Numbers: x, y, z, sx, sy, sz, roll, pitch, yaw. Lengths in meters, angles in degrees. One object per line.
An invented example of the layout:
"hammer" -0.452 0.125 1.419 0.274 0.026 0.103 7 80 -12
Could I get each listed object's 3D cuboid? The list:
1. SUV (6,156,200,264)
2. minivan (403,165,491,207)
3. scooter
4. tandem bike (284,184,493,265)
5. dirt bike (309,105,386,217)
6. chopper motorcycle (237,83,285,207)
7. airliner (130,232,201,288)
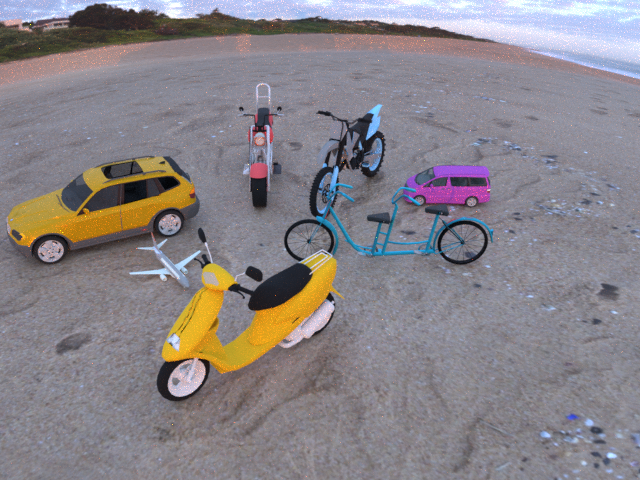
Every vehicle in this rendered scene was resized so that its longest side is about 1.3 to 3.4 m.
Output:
"SUV" -3.529 -0.593 11.461 3.058 1.128 1.276 -14 33 -23
"minivan" 2.296 -1.002 12.696 1.548 0.616 0.681 1 30 2
"scooter" -0.790 0.762 8.419 2.721 1.786 1.288 -22 36 -33
"tandem bike" 1.044 -0.201 10.575 3.192 1.326 0.550 0 30 1
"dirt bike" 0.564 -1.558 12.610 1.024 1.666 2.903 15 33 24
"chopper motorcycle" -1.118 -1.853 13.317 0.906 1.480 3.040 -1 30 -2
"airliner" -2.279 0.314 10.576 1.161 0.429 1.307 -19 35 -30
